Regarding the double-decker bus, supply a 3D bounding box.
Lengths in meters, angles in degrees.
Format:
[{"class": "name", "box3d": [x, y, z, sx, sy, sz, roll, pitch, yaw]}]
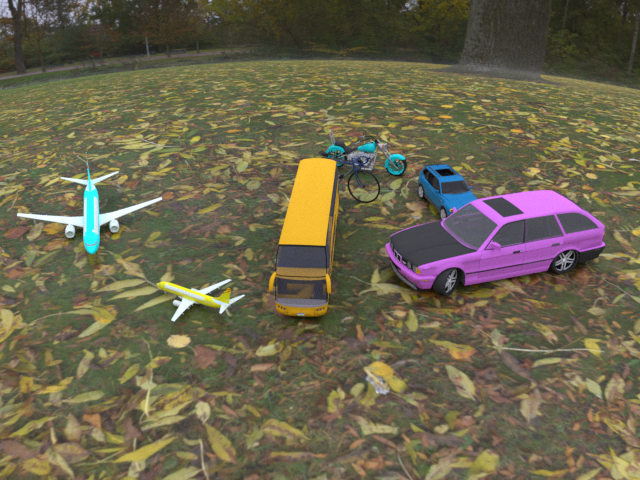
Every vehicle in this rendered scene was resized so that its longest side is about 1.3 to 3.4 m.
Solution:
[{"class": "double-decker bus", "box3d": [-0.132, -0.112, 9.913, 0.756, 1.052, 3.251, 2, 28, 4]}]

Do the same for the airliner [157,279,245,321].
[{"class": "airliner", "box3d": [-1.650, 0.650, 9.127, 1.307, 0.429, 1.161, 16, 31, 27]}]

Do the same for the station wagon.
[{"class": "station wagon", "box3d": [2.482, -0.058, 9.951, 3.105, 0.920, 1.327, -9, 29, -17]}]

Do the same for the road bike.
[{"class": "road bike", "box3d": [0.311, -1.107, 12.029, 1.545, 0.852, 0.358, 12, 30, 21]}]

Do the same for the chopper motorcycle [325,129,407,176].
[{"class": "chopper motorcycle", "box3d": [0.862, -1.642, 13.149, 1.563, 0.761, 0.466, 8, 29, 15]}]

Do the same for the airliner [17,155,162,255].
[{"class": "airliner", "box3d": [-3.637, -0.585, 11.050, 2.257, 0.835, 2.541, -8, 29, -14]}]

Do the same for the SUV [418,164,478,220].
[{"class": "SUV", "box3d": [2.164, -0.814, 11.762, 0.656, 0.580, 1.572, -7, 28, -13]}]
